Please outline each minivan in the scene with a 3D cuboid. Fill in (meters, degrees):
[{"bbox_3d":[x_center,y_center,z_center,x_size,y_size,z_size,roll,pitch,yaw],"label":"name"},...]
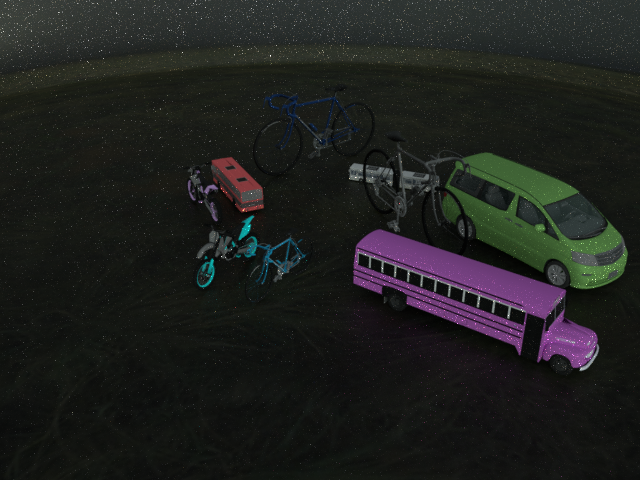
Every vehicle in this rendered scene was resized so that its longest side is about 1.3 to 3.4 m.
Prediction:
[{"bbox_3d":[3.308,-0.360,10.915,1.324,1.197,3.011,-18,33,-31],"label":"minivan"}]

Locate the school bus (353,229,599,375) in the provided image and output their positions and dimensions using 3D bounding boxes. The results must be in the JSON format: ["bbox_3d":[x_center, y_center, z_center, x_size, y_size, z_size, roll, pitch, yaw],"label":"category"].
[{"bbox_3d":[1.978,0.744,9.204,3.322,0.844,0.709,20,34,32],"label":"school bus"}]

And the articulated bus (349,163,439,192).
[{"bbox_3d":[1.407,-1.198,13.473,1.749,0.289,0.311,11,30,20],"label":"articulated bus"}]

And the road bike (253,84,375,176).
[{"bbox_3d":[-0.055,-2.282,14.063,3.004,1.656,0.697,-18,33,-31],"label":"road bike"}]

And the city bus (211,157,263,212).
[{"bbox_3d":[-1.542,-1.018,12.950,0.476,0.460,1.674,-13,30,-22],"label":"city bus"}]

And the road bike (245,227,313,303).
[{"bbox_3d":[-0.562,0.299,10.038,0.358,0.852,1.545,19,33,32],"label":"road bike"}]

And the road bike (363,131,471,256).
[{"bbox_3d":[1.478,-0.853,11.358,0.696,1.656,3.004,-14,31,-24],"label":"road bike"}]

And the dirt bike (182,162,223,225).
[{"bbox_3d":[-2.052,-0.864,12.234,0.527,0.857,1.493,-16,32,-27],"label":"dirt bike"}]

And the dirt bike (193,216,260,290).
[{"bbox_3d":[-1.368,0.131,10.350,0.527,0.857,1.493,17,32,29],"label":"dirt bike"}]
